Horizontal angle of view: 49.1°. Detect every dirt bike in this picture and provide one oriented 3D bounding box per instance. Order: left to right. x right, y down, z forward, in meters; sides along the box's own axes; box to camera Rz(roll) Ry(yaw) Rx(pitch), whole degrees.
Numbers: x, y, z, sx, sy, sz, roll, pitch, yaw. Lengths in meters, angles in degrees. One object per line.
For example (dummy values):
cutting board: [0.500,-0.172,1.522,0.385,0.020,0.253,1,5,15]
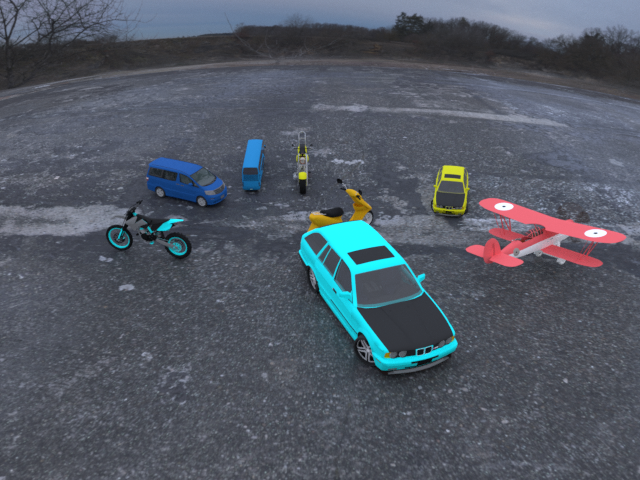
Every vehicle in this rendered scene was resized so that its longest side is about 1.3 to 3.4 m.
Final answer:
dirt bike: [-2.770,-0.139,11.191,1.493,0.857,0.527,7,30,12]

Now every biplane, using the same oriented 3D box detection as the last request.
biplane: [3.241,0.002,10.811,2.120,0.981,2.598,-19,34,-30]

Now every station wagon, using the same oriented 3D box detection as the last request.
station wagon: [0.723,0.624,9.754,1.327,0.920,3.105,-11,31,-19]
station wagon: [2.451,-0.962,13.065,0.682,0.473,1.597,6,30,10]

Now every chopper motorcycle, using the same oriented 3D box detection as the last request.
chopper motorcycle: [-0.349,-1.541,13.810,0.466,0.761,1.563,-1,29,-1]

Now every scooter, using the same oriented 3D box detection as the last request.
scooter: [0.360,-0.470,11.723,1.399,0.919,0.662,-19,35,-31]

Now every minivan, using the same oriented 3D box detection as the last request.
minivan: [-2.504,-1.105,13.177,1.548,0.616,0.681,13,32,22]

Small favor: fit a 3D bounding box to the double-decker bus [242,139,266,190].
double-decker bus: [-1.325,-1.538,14.031,0.389,0.541,1.672,0,29,-1]
